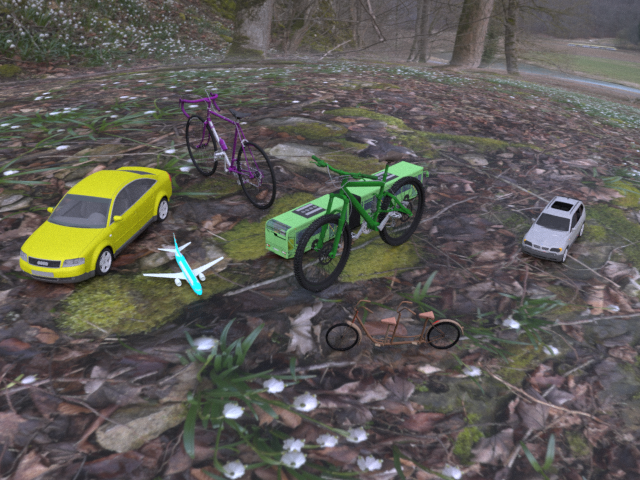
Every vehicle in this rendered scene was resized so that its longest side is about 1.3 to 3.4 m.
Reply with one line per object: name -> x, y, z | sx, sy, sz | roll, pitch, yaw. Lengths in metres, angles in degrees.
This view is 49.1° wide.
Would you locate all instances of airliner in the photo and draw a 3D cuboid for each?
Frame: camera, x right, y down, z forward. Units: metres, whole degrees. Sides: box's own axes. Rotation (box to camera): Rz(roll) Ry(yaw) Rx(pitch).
airliner -> -1.868, 0.345, 9.793 | 1.161, 0.429, 1.307 | -12, 30, -22

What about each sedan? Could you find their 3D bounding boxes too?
sedan -> -3.337, -0.408, 10.680 | 1.235, 0.940, 3.137 | 7, 29, 13

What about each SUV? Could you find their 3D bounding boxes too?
SUV -> 3.595, -0.202, 10.674 | 0.656, 0.580, 1.572 | 16, 32, 28

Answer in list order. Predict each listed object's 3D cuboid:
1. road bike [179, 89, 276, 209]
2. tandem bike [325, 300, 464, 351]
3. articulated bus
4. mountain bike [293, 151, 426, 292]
road bike -> -1.636, -1.629, 12.236 | 0.696, 1.656, 3.004 | -20, 34, -33
tandem bike -> 0.885, 1.020, 8.235 | 1.642, 0.682, 0.283 | -1, 28, -2
articulated bus -> 0.516, -0.553, 11.362 | 0.605, 0.561, 3.401 | 23, 36, 37
mountain bike -> 0.641, -0.397, 9.853 | 1.114, 1.688, 2.857 | 23, 35, 37
